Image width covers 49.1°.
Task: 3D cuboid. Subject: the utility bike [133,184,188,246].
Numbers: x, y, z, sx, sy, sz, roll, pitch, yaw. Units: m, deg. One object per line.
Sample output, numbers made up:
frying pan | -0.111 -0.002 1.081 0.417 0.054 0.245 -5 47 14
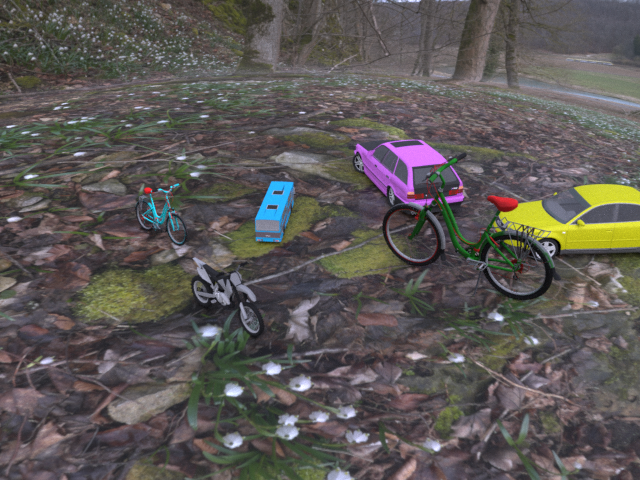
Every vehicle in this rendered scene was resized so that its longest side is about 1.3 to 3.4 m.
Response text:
utility bike | -2.610 -0.497 11.523 1.435 0.946 0.535 22 34 37

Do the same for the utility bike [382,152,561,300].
utility bike | 2.025 -0.152 9.827 2.791 1.839 1.039 18 32 32

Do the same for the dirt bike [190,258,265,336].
dirt bike | -1.247 0.688 9.240 1.493 0.857 0.527 24 35 39

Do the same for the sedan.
sedan | 4.372 -0.348 11.230 3.137 0.940 1.235 -1 26 -2

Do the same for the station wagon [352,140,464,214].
station wagon | 1.617 -1.444 13.455 1.327 0.920 3.105 -7 27 -14

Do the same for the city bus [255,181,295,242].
city bus | -0.760 -0.486 12.046 0.476 0.460 1.674 3 27 5
